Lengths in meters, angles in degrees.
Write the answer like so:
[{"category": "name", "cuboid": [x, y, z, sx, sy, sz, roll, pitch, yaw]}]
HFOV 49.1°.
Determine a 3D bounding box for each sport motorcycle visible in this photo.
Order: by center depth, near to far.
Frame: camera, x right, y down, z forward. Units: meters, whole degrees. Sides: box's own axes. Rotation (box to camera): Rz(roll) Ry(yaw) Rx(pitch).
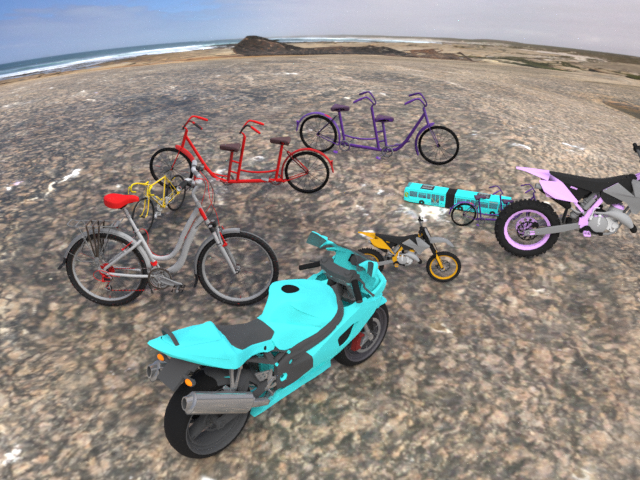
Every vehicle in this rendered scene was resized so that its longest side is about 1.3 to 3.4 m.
[{"category": "sport motorcycle", "cuboid": [-0.334, 1.013, 7.015, 2.955, 1.596, 0.983, -23, 36, -37]}]

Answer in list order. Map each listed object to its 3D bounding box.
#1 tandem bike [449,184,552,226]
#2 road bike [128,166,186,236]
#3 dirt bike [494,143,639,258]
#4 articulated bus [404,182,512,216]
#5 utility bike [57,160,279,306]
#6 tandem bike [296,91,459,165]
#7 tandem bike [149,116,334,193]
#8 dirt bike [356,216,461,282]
[{"category": "tandem bike", "cuboid": [2.828, -0.525, 10.872, 1.642, 0.682, 0.283, 0, 28, -1]}, {"category": "road bike", "cuboid": [-2.518, -0.673, 10.970, 0.358, 0.852, 1.545, 10, 30, 18]}, {"category": "dirt bike", "cuboid": [3.927, -0.410, 9.611, 2.903, 1.666, 1.024, 5, 29, 10]}, {"category": "articulated bus", "cuboid": [2.268, -0.671, 11.563, 1.749, 0.289, 0.311, 10, 30, 19]}, {"category": "utility bike", "cuboid": [-1.908, -0.034, 8.721, 2.791, 1.839, 1.039, 0, 28, 0]}, {"category": "tandem bike", "cuboid": [1.058, -2.165, 13.265, 3.192, 1.326, 0.550, 8, 29, 15]}, {"category": "tandem bike", "cuboid": [-1.356, -1.429, 11.884, 3.192, 1.326, 0.550, 2, 28, 3]}, {"category": "dirt bike", "cuboid": [1.156, 0.166, 9.389, 1.493, 0.857, 0.527, 3, 28, 5]}]
